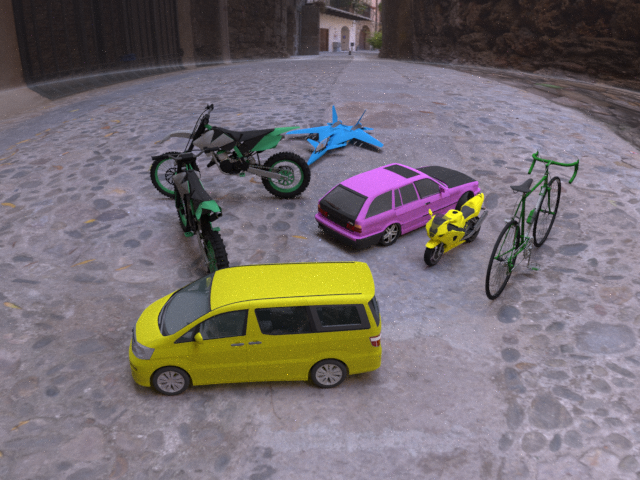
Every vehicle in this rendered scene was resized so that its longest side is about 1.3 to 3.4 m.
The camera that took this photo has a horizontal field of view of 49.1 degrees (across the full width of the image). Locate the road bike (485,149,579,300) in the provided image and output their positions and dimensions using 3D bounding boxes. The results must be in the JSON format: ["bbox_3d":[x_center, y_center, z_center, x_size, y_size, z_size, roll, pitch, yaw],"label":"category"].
[{"bbox_3d":[3.073,-0.297,10.292,0.697,1.656,3.004,18,33,30],"label":"road bike"}]

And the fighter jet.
[{"bbox_3d":[0.222,-2.219,15.000,2.229,0.557,2.640,11,30,19],"label":"fighter jet"}]

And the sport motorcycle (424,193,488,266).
[{"bbox_3d":[2.101,-0.170,10.935,0.506,0.821,1.520,24,36,36],"label":"sport motorcycle"}]

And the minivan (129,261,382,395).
[{"bbox_3d":[-0.778,0.990,8.394,3.011,1.197,1.324,-2,28,-4],"label":"minivan"}]

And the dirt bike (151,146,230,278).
[{"bbox_3d":[-1.875,-0.463,10.587,1.024,1.666,2.903,-11,30,-20],"label":"dirt bike"}]

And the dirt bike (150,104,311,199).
[{"bbox_3d":[-1.618,-1.490,12.485,2.903,1.666,1.024,-1,28,-1],"label":"dirt bike"}]

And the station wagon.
[{"bbox_3d":[1.419,-0.780,11.957,3.105,0.920,1.327,-21,35,-34],"label":"station wagon"}]
